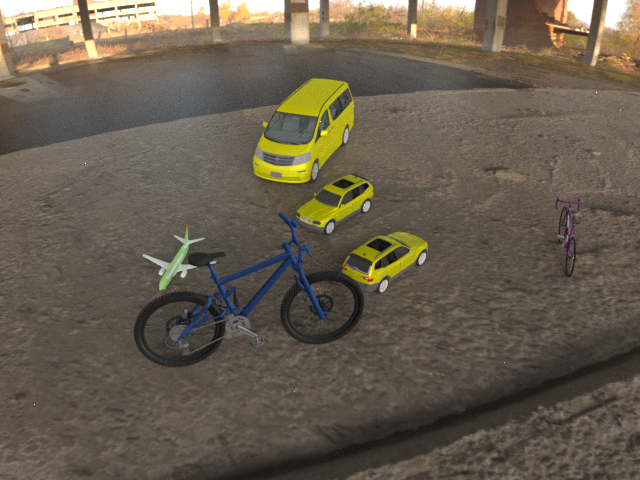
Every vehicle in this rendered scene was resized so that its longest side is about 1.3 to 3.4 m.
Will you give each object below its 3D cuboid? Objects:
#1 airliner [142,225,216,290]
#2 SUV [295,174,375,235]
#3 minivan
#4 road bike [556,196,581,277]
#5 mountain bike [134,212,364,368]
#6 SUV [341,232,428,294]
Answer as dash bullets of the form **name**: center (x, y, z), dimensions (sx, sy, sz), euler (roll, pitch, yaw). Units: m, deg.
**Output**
- **airliner**: center (-2.159, 0.271, 10.435), dimensions (1.161, 0.429, 1.307), euler (5, 31, 8)
- **SUV**: center (0.268, -0.640, 11.804), dimensions (0.656, 0.580, 1.572), euler (24, 39, 34)
- **minivan**: center (-0.274, -2.179, 13.764), dimensions (1.324, 1.197, 3.011), euler (11, 33, 17)
- **road bike**: center (3.775, -0.100, 10.643), dimensions (0.358, 0.852, 1.545), euler (5, 31, 9)
- **mountain bike**: center (-0.825, 0.720, 8.468), dimensions (2.857, 1.688, 1.114), euler (-7, 32, -12)
- **SUV**: center (0.980, 0.233, 10.352), dimensions (0.656, 0.580, 1.572), euler (24, 39, 35)
